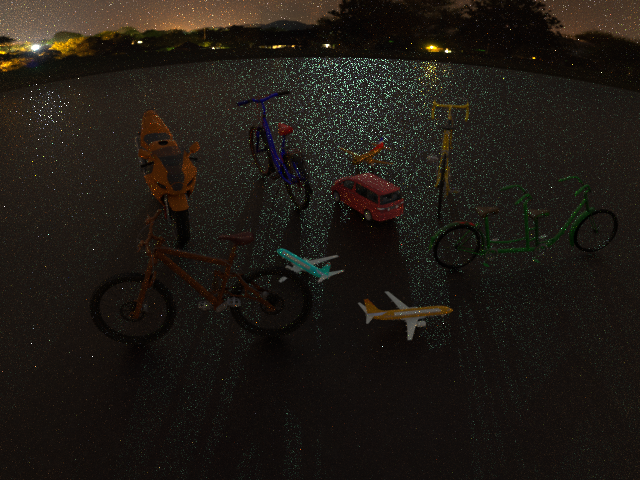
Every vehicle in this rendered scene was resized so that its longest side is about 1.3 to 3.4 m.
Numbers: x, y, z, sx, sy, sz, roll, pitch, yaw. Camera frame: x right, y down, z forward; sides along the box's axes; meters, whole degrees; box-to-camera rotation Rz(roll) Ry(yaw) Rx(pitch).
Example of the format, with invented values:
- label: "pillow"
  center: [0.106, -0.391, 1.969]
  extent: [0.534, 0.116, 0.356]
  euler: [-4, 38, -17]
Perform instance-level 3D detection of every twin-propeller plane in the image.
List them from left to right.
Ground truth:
- label: "twin-propeller plane"
  center: [1.000, -1.808, 14.549]
  extent: [1.370, 0.407, 1.095]
  euler: [22, 36, 34]

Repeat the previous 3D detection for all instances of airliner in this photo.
- label: "airliner"
  center: [-0.256, 0.296, 10.745]
  extent: [1.161, 0.429, 1.307]
  euler: [-23, 36, -35]
- label: "airliner"
  center: [1.211, 0.930, 9.606]
  extent: [1.307, 0.429, 1.161]
  euler: [-5, 29, -9]

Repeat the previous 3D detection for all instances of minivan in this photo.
- label: "minivan"
  center: [0.825, -0.855, 12.623]
  extent: [0.681, 0.616, 1.548]
  euler: [-19, 34, -30]

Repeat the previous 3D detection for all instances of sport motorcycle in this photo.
- label: "sport motorcycle"
  center: [-2.670, -1.154, 12.151]
  extent: [0.983, 1.596, 2.955]
  euler: [-10, 31, -18]

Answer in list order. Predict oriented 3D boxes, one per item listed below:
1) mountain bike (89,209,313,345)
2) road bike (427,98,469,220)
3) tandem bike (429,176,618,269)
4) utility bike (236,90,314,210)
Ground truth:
- label: "mountain bike"
  center: [-1.517, 0.587, 8.928]
  extent: [2.857, 1.688, 1.114]
  euler: [-3, 29, -5]
- label: "road bike"
  center: [2.309, -1.586, 12.867]
  extent: [0.696, 1.656, 3.004]
  euler: [6, 30, 10]
- label: "tandem bike"
  center: [3.212, -0.254, 10.812]
  extent: [3.192, 1.326, 0.550]
  euler: [-6, 30, -11]
- label: "utility bike"
  center: [-0.874, -1.702, 12.886]
  extent: [1.039, 1.839, 2.791]
  euler: [-14, 32, -23]
